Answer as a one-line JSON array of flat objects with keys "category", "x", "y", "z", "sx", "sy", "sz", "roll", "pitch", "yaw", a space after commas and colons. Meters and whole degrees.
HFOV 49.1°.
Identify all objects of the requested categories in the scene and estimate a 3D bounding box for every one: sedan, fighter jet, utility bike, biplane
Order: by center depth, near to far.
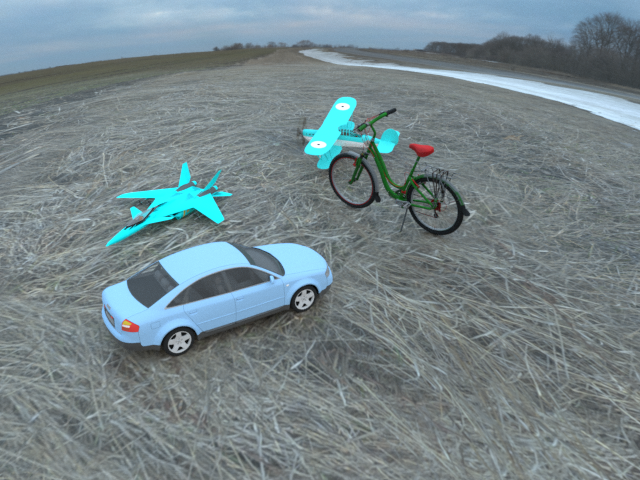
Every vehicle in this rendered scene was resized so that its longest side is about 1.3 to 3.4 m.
[{"category": "sedan", "x": -1.278, "y": 0.565, "z": 9.243, "sx": 3.137, "sy": 0.940, "sz": 1.235, "roll": -16, "pitch": 32, "yaw": -28}, {"category": "utility bike", "x": 1.182, "y": -1.088, "z": 11.450, "sx": 2.791, "sy": 1.839, "sz": 1.039, "roll": 20, "pitch": 34, "yaw": 34}, {"category": "fighter jet", "x": -2.716, "y": -0.589, "z": 11.880, "sx": 2.229, "sy": 0.557, "sz": 2.640, "roll": 14, "pitch": 31, "yaw": 25}, {"category": "biplane", "x": 0.543, "y": -2.054, "z": 14.239, "sx": 2.120, "sy": 0.981, "sz": 2.598, "roll": 8, "pitch": 29, "yaw": 15}]
